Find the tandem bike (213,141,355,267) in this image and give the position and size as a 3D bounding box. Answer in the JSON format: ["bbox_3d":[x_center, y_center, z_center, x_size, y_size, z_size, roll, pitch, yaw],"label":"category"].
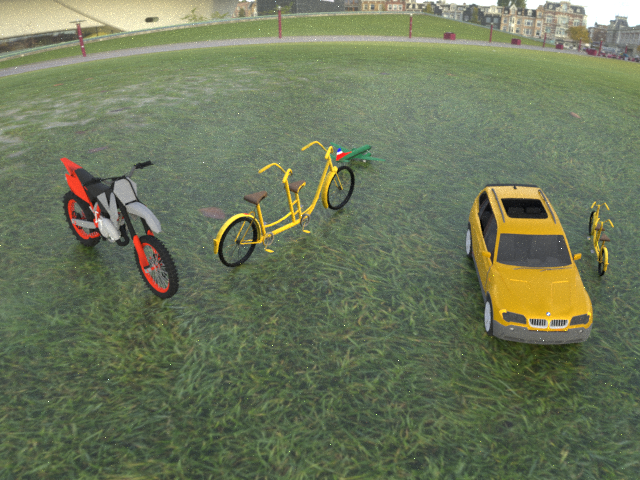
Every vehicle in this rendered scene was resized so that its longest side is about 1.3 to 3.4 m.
[{"bbox_3d":[-0.453,-0.641,10.767,0.550,1.326,3.192,23,37,34],"label":"tandem bike"}]

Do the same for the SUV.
[{"bbox_3d":[2.762,0.207,9.493,1.276,1.128,3.058,2,30,3],"label":"SUV"}]

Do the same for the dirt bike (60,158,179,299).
[{"bbox_3d":[-2.901,-0.309,9.851,2.903,1.666,1.024,26,39,38],"label":"dirt bike"}]

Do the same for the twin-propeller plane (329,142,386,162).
[{"bbox_3d":[0.661,-1.717,13.553,1.370,0.407,1.095,24,37,35],"label":"twin-propeller plane"}]

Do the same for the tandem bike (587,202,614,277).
[{"bbox_3d":[4.165,-0.083,10.444,0.283,0.682,1.642,6,31,11],"label":"tandem bike"}]
